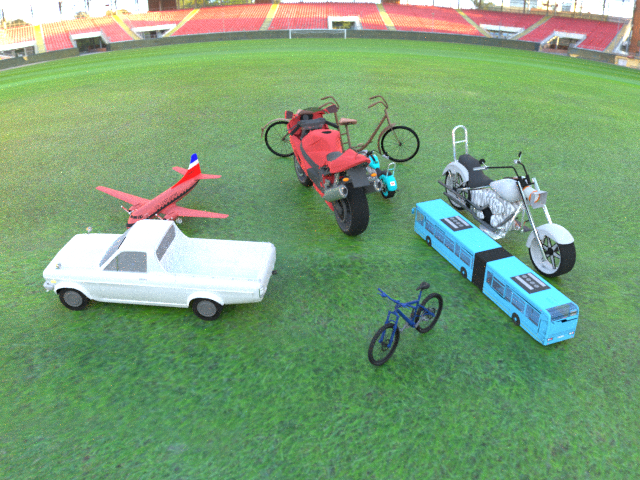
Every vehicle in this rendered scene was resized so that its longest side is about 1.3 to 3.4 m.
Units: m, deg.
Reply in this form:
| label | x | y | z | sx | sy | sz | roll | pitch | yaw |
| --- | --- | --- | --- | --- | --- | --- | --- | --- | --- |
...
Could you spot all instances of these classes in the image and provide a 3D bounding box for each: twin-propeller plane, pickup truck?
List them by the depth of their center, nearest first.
| label | x | y | z | sx | sy | sz | roll | pitch | yaw |
| --- | --- | --- | --- | --- | --- | --- | --- | --- | --- |
| pickup truck | -2.196 | 0.326 | 9.724 | 3.117 | 0.993 | 1.244 | 3 | 30 | 6 |
| twin-propeller plane | -2.613 | -0.785 | 11.894 | 2.663 | 0.792 | 2.129 | 13 | 32 | 22 |

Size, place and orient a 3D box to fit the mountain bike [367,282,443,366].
| label | x | y | z | sx | sy | sz | roll | pitch | yaw |
| --- | --- | --- | --- | --- | --- | --- | --- | --- | --- |
| mountain bike | 1.092 | 0.971 | 8.708 | 0.573 | 0.868 | 1.469 | 25 | 38 | 37 |

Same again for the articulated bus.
| label | x | y | z | sx | sy | sz | roll | pitch | yaw |
| --- | --- | --- | --- | --- | --- | --- | --- | --- | --- |
| articulated bus | 2.393 | 0.335 | 10.146 | 0.605 | 0.561 | 3.401 | -12 | 31 | -20 |

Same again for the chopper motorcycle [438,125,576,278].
| label | x | y | z | sx | sy | sz | roll | pitch | yaw |
| --- | --- | --- | --- | --- | --- | --- | --- | --- | --- |
| chopper motorcycle | 2.900 | -0.664 | 10.982 | 0.906 | 1.480 | 3.040 | -13 | 32 | -22 |

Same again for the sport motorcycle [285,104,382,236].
| label | x | y | z | sx | sy | sz | roll | pitch | yaw |
| --- | --- | --- | --- | --- | --- | --- | --- | --- | --- |
| sport motorcycle | 0.131 | -1.256 | 11.910 | 0.983 | 1.596 | 2.955 | -11 | 31 | -19 |

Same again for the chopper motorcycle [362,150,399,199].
| label | x | y | z | sx | sy | sz | roll | pitch | yaw |
| --- | --- | --- | --- | --- | --- | --- | --- | --- | --- |
| chopper motorcycle | 0.987 | -1.325 | 12.883 | 0.466 | 0.761 | 1.563 | -12 | 32 | -20 |

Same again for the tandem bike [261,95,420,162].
| label | x | y | z | sx | sy | sz | roll | pitch | yaw |
| --- | --- | --- | --- | --- | --- | --- | --- | --- | --- |
| tandem bike | 0.389 | -2.205 | 13.867 | 3.192 | 1.326 | 0.550 | 4 | 30 | 6 |
